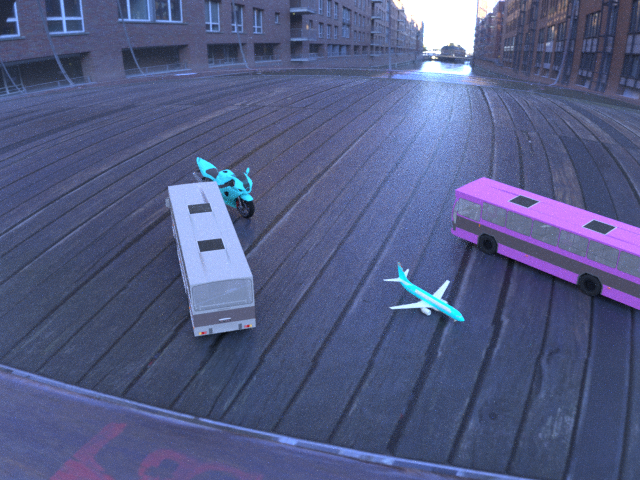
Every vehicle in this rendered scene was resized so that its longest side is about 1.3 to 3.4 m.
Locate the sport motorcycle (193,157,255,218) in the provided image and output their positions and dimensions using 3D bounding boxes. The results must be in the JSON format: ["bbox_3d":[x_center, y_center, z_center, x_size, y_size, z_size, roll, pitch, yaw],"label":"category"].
[{"bbox_3d":[-1.690,-0.941,12.457,1.520,0.821,0.506,24,36,38],"label":"sport motorcycle"}]

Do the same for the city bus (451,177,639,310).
[{"bbox_3d":[3.542,0.001,10.563,0.926,0.894,3.255,-24,36,-38],"label":"city bus"}]

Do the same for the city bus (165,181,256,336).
[{"bbox_3d":[-1.642,0.186,10.207,0.926,0.894,3.255,-7,28,-14],"label":"city bus"}]

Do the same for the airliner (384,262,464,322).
[{"bbox_3d":[1.500,0.726,9.671,1.161,0.429,1.307,-20,34,-34],"label":"airliner"}]
